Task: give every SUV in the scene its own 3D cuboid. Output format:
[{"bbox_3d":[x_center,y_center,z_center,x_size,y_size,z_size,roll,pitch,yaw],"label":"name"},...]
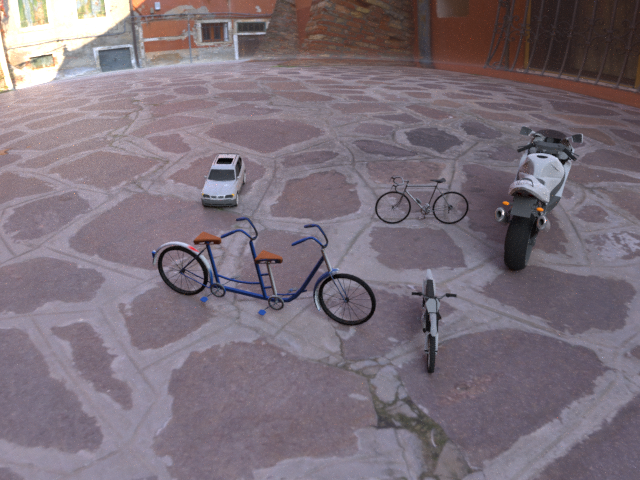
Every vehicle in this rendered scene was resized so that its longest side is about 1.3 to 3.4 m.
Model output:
[{"bbox_3d":[-1.735,-1.106,12.676,0.656,0.580,1.572,1,28,2],"label":"SUV"}]

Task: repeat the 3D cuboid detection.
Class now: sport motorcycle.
[{"bbox_3d":[3.355,-0.721,10.877,0.983,1.596,2.955,13,31,22],"label":"sport motorcycle"}]

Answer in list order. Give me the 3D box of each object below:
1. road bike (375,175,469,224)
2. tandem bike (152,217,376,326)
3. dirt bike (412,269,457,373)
[{"bbox_3d":[1.684,-0.645,11.525,1.545,0.852,0.358,0,28,1],"label":"road bike"},{"bbox_3d":[-0.804,0.348,9.166,3.192,1.326,0.550,9,29,16],"label":"tandem bike"},{"bbox_3d":[1.357,0.923,8.586,0.527,0.857,1.493,2,28,4],"label":"dirt bike"}]
